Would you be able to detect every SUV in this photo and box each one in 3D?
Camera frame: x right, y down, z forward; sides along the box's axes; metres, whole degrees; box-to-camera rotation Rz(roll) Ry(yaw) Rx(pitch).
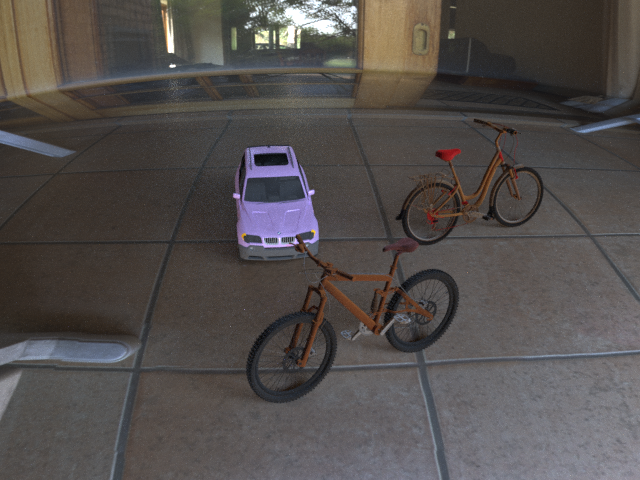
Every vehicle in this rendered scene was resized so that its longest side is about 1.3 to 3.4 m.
[{"bbox_3d":[-0.762,-0.683,11.369,1.276,1.128,3.058,-3,27,-6],"label":"SUV"}]

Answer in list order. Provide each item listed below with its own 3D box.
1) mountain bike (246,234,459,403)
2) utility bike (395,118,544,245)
[{"bbox_3d":[0.460,0.786,7.800,2.857,1.688,1.114,-15,30,-28],"label":"mountain bike"},{"bbox_3d":[2.397,-0.946,11.102,2.791,1.839,1.039,-11,29,-21],"label":"utility bike"}]
